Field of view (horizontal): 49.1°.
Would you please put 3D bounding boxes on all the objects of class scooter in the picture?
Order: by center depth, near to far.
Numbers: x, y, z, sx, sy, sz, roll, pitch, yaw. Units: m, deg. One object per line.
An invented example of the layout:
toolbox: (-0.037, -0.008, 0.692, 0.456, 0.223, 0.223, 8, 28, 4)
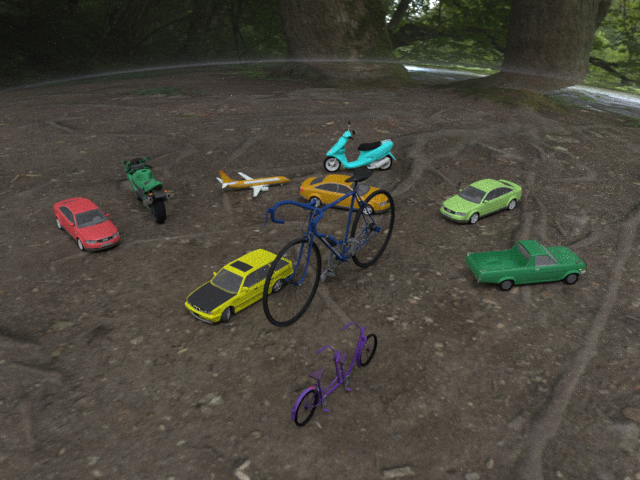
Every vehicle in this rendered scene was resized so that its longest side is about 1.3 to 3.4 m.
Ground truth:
scooter: (0.756, -1.738, 13.311, 1.399, 0.919, 0.662, -3, 28, -5)

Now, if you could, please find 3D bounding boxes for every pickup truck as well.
pickup truck: (2.875, 0.313, 9.799, 1.603, 0.511, 0.640, -5, 28, -9)

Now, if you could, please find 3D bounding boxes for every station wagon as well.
station wagon: (-1.065, 0.563, 9.356, 0.682, 0.473, 1.597, 21, 34, 34)

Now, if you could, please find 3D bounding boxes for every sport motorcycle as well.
sport motorcycle: (-2.904, -0.864, 11.731, 0.506, 0.821, 1.520, -15, 31, -27)

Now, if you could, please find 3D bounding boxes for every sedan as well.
sedan: (-3.692, -0.310, 11.030, 0.635, 0.483, 1.613, -19, 33, -33)
sedan: (2.728, -0.709, 11.799, 1.613, 0.483, 0.635, -19, 33, -32)
sedan: (0.446, -0.825, 12.022, 1.613, 0.483, 0.635, 10, 29, 18)

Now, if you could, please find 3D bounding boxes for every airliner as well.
airliner: (-1.182, -1.120, 12.651, 1.307, 0.429, 1.161, -9, 29, -17)

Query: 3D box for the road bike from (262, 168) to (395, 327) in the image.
road bike: (0.215, -0.037, 9.228, 0.697, 1.656, 3.004, 19, 33, 32)

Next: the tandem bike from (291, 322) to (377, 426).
tandem bike: (0.191, 1.379, 7.557, 0.283, 0.682, 1.642, 18, 32, 31)
